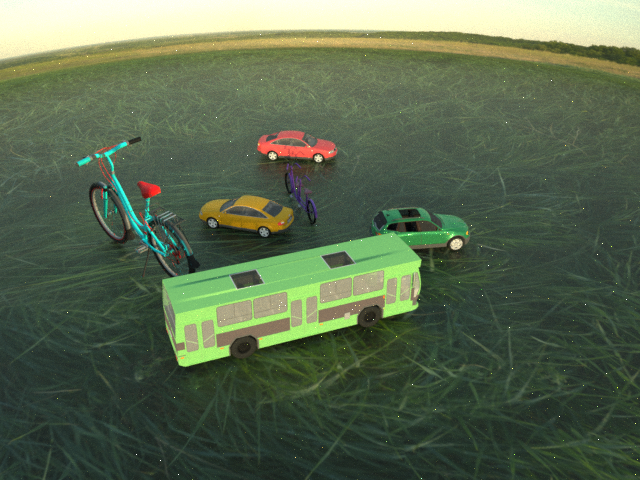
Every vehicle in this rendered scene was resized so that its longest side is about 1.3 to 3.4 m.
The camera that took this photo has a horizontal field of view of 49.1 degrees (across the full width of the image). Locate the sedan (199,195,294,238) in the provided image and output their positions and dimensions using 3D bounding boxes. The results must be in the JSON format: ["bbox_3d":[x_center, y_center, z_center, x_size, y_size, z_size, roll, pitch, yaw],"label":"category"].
[{"bbox_3d":[-1.228,-0.457,11.549,1.613,0.483,0.635,10,31,16],"label":"sedan"}]

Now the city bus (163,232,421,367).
[{"bbox_3d":[-0.320,0.752,9.039,3.255,0.894,0.926,-11,32,-19],"label":"city bus"}]

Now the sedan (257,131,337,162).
[{"bbox_3d":[-0.457,-1.910,14.072,1.613,0.483,0.635,4,30,7],"label":"sedan"}]

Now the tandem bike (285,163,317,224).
[{"bbox_3d":[-0.347,-0.856,12.044,0.283,0.682,1.642,-11,32,-18],"label":"tandem bike"}]

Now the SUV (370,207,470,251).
[{"bbox_3d":[1.569,-0.190,10.988,1.572,0.580,0.656,-4,30,-8],"label":"SUV"}]

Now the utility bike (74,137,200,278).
[{"bbox_3d":[-2.731,-0.409,10.109,2.791,1.839,1.039,26,39,37],"label":"utility bike"}]
